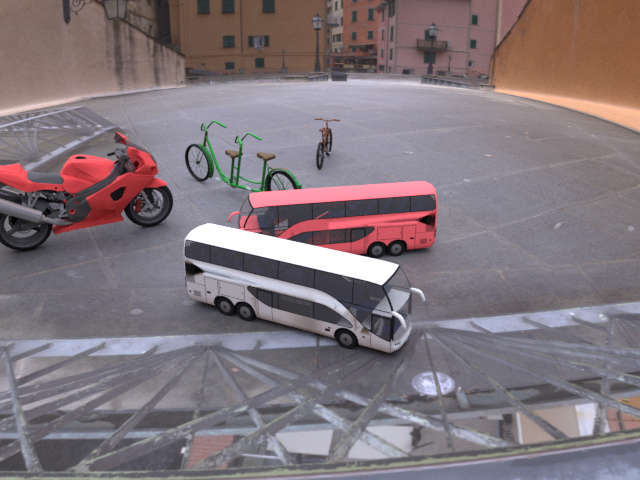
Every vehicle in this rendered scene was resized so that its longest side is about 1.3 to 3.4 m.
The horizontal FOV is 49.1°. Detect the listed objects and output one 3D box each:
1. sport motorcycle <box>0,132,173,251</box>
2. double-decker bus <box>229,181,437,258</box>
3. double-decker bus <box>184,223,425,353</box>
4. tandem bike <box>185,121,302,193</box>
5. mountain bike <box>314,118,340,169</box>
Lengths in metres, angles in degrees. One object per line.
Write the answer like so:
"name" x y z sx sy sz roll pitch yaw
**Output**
"sport motorcycle" -3.879 -0.767 11.417 2.955 1.596 0.983 -12 28 -24
"double-decker bus" 0.220 -0.271 11.008 3.251 1.052 0.756 -5 26 -10
"double-decker bus" -0.294 0.604 9.163 3.251 1.052 0.756 12 28 23
"tandem bike" -1.531 -1.446 13.164 3.192 1.326 0.550 20 32 36
"mountain bike" 0.102 -2.114 15.105 0.573 0.868 1.469 5 26 11
